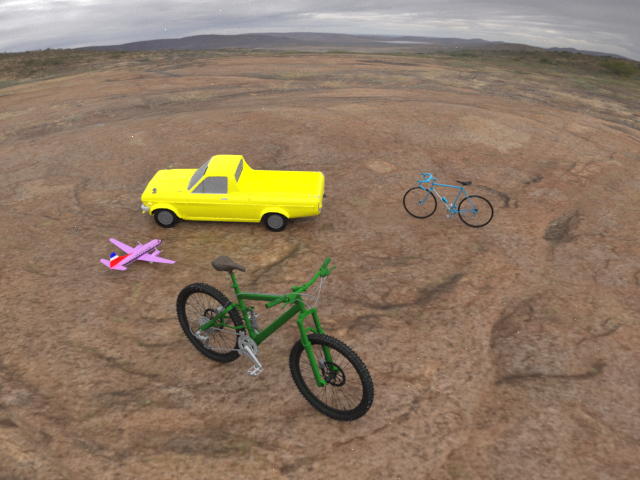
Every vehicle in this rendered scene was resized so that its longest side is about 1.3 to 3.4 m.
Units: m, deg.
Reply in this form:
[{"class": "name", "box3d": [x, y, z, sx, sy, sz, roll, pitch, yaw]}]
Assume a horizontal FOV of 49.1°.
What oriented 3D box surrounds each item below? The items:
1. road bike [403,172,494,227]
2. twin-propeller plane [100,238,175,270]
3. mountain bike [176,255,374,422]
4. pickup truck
[{"class": "road bike", "box3d": [2.162, -0.669, 11.819, 1.545, 0.852, 0.358, 10, 31, 17]}, {"class": "twin-propeller plane", "box3d": [-2.822, 0.177, 10.774, 1.370, 0.407, 1.095, 17, 34, 28]}, {"class": "mountain bike", "box3d": [-0.618, 1.011, 7.997, 2.857, 1.688, 1.114, 19, 34, 30]}, {"class": "pickup truck", "box3d": [-1.466, -0.872, 12.035, 3.117, 0.993, 1.244, 2, 30, 3]}]
